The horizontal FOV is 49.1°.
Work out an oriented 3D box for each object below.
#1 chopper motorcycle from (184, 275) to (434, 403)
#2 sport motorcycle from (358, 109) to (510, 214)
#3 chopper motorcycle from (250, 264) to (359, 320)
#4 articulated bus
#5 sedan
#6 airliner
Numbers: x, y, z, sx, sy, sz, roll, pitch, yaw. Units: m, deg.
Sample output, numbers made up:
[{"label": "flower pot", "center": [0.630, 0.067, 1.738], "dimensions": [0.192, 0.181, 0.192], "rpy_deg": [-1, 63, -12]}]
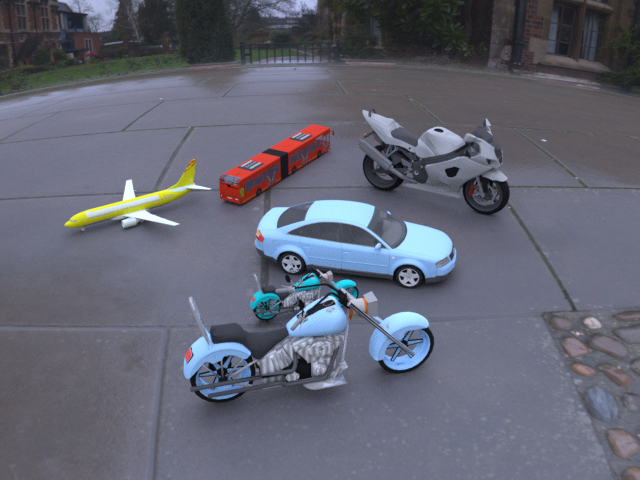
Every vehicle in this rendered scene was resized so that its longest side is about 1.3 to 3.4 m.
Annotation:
[{"label": "chopper motorcycle", "center": [-0.080, 1.109, 8.186], "dimensions": [3.040, 1.480, 0.906], "rpy_deg": [-8, 29, -14]}, {"label": "sport motorcycle", "center": [2.063, -1.452, 12.794], "dimensions": [2.955, 1.596, 0.983], "rpy_deg": [16, 32, 27]}, {"label": "chopper motorcycle", "center": [-0.204, 0.694, 9.707], "dimensions": [1.563, 0.761, 0.466], "rpy_deg": [-9, 30, -17]}, {"label": "articulated bus", "center": [-0.804, -1.589, 14.134], "dimensions": [0.605, 0.561, 3.401], "rpy_deg": [16, 32, 26]}, {"label": "sedan", "center": [0.547, -0.042, 10.879], "dimensions": [3.137, 0.940, 1.235], "rpy_deg": [6, 29, 11]}, {"label": "airliner", "center": [-3.271, -0.787, 12.366], "dimensions": [2.541, 0.835, 2.257], "rpy_deg": [-18, 33, -29]}]
